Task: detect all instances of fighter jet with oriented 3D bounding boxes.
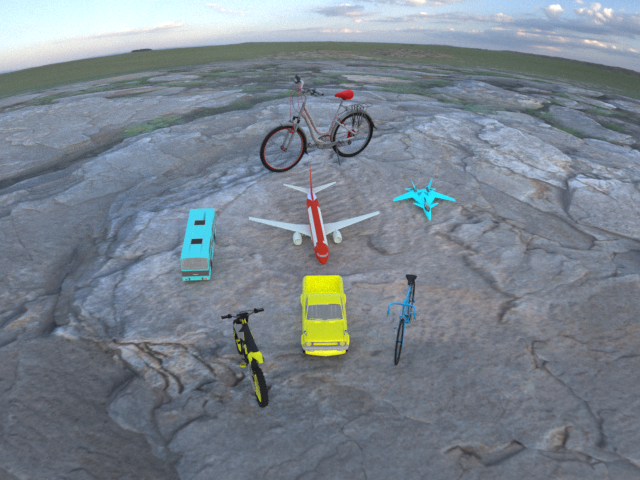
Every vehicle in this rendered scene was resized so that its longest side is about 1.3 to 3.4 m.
[{"bbox_3d":[1.932,-0.748,12.847,1.147,0.286,1.358,0,29,0],"label":"fighter jet"}]

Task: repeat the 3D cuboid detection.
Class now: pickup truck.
[{"bbox_3d":[0.054,0.948,9.539,0.640,0.511,1.603,-1,29,-1],"label":"pickup truck"}]

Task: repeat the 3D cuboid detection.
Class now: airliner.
[{"bbox_3d":[-0.065,-0.452,11.743,2.257,0.835,2.541,-3,29,-5],"label":"airliner"}]

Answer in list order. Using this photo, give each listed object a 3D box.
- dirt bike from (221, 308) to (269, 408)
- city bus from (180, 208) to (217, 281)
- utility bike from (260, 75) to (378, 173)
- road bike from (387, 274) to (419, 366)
[{"bbox_3d":[-0.877,1.320,8.507,0.527,0.857,1.493,-10,30,-17],"label":"dirt bike"},{"bbox_3d":[-1.924,0.067,11.189,0.476,0.460,1.674,-2,29,-4],"label":"city bus"},{"bbox_3d":[0.074,-2.339,14.126,2.791,1.839,1.039,-16,33,-26],"label":"utility bike"},{"bbox_3d":[1.126,0.954,9.176,0.358,0.852,1.545,7,30,13],"label":"road bike"}]
